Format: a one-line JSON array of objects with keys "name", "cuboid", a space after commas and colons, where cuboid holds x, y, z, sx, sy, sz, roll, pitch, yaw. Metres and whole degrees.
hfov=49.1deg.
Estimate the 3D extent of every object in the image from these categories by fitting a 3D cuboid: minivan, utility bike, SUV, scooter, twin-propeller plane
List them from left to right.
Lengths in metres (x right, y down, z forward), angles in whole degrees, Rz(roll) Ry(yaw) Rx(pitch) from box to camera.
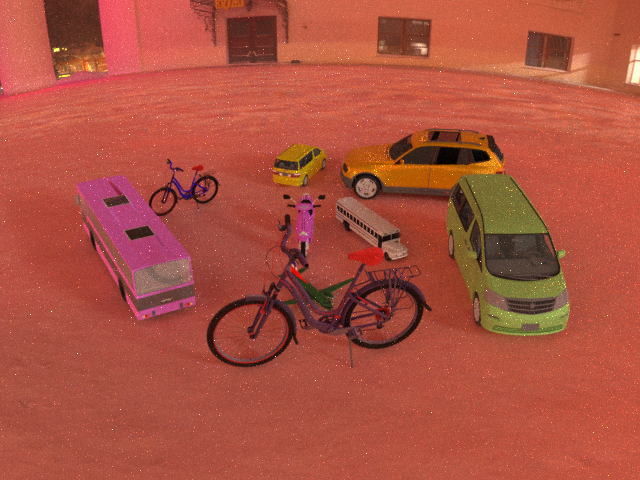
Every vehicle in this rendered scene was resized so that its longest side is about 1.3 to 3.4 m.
[{"name": "utility bike", "cuboid": [-2.345, -0.949, 12.288, 1.435, 0.946, 0.535, -20, 34, -33]}, {"name": "minivan", "cuboid": [-0.371, -1.552, 13.788, 0.681, 0.616, 1.548, 11, 30, 19]}, {"name": "scooter", "cuboid": [-0.241, -0.372, 11.221, 0.662, 0.919, 1.399, 1, 28, 1]}, {"name": "twin-propeller plane", "cuboid": [-0.130, 0.660, 9.811, 1.370, 0.407, 1.095, -16, 32, -28]}, {"name": "utility bike", "cuboid": [0.058, 0.708, 8.182, 2.791, 1.839, 1.039, -6, 28, -12]}, {"name": "SUV", "cuboid": [1.913, -1.439, 13.023, 3.058, 1.128, 1.276, 4, 28, 7]}, {"name": "minivan", "cuboid": [2.614, 0.121, 9.986, 1.324, 1.197, 3.011, -1, 28, -1]}]

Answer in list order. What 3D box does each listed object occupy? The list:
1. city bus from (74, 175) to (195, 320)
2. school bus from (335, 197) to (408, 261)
[{"name": "city bus", "cuboid": [-2.825, 0.039, 10.466, 0.926, 0.894, 3.255, -15, 31, -26]}, {"name": "school bus", "cuboid": [0.831, -0.193, 11.401, 0.365, 0.434, 1.708, -15, 31, -26]}]
